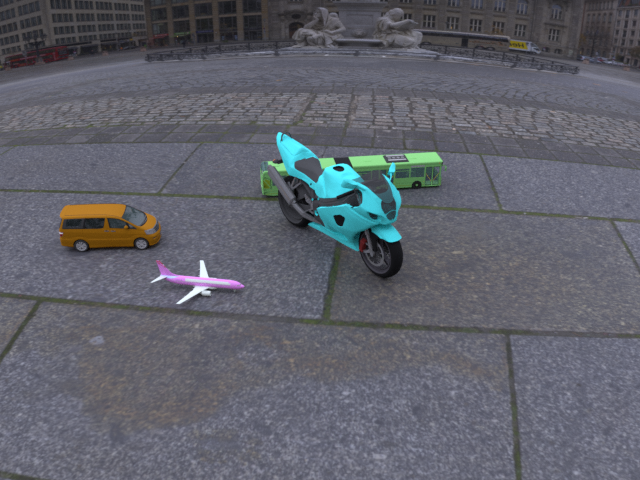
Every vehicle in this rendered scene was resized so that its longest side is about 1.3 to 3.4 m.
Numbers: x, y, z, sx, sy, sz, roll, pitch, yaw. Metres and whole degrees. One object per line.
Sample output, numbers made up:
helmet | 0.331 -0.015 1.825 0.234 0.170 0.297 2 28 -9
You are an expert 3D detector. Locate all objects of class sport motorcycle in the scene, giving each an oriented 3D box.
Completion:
sport motorcycle | 0.239 -0.585 10.841 0.983 1.596 2.955 -21 36 -33

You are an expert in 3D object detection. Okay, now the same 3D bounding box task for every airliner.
airliner | -1.730 0.522 10.072 1.307 0.429 1.161 4 30 7

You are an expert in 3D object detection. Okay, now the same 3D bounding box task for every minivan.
minivan | -3.351 -0.231 11.210 1.548 0.616 0.681 -2 30 -4

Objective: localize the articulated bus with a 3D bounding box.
articulated bus | 0.609 -1.228 13.022 3.401 0.561 0.605 -4 30 -7
